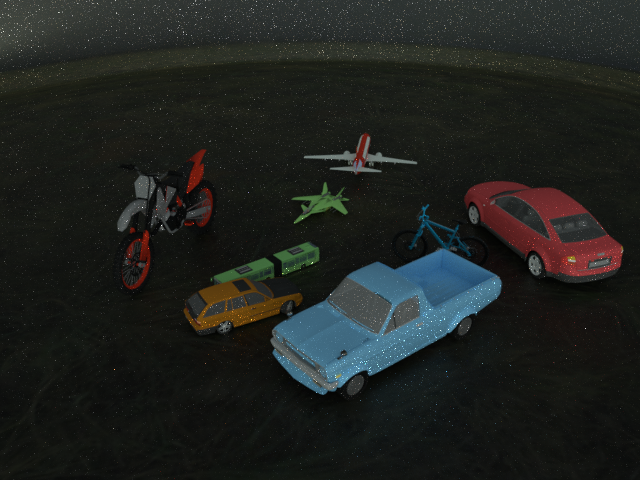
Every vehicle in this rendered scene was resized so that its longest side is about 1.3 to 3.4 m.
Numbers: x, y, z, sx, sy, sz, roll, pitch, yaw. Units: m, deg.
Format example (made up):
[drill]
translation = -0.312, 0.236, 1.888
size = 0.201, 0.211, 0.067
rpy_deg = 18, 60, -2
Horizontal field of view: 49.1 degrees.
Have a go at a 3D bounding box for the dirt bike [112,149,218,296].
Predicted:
[dirt bike]
translation = -2.281, -0.430, 10.547
size = 1.024, 1.666, 2.903
rpy_deg = 9, 30, 17

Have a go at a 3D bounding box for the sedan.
[sedan]
translation = 3.441, -0.341, 11.149
size = 1.235, 0.940, 3.137
rpy_deg = -10, 30, -17

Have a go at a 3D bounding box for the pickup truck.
[pickup truck]
translation = 0.908, 0.863, 8.848
size = 3.117, 0.993, 1.244
rpy_deg = -21, 35, -33

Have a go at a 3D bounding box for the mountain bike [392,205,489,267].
[mountain bike]
translation = 1.824, 0.000, 10.589
size = 1.469, 0.868, 0.573
rpy_deg = 7, 29, 12

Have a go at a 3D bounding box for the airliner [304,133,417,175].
[airliner]
translation = 0.840, -1.898, 14.160
size = 2.257, 0.835, 2.541
rpy_deg = 4, 28, 7

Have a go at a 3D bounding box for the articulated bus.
[articulated bus]
translation = -0.775, 0.428, 10.404
size = 1.749, 0.289, 0.311
rpy_deg = -20, 34, -33

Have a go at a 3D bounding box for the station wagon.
[station wagon]
translation = -1.020, 0.805, 9.507
size = 1.597, 0.473, 0.682
rpy_deg = -15, 32, -25

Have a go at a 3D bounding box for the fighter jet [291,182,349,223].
[fighter jet]
translation = -0.075, -0.629, 12.376
size = 1.147, 0.286, 1.358
rpy_deg = 17, 33, 28
